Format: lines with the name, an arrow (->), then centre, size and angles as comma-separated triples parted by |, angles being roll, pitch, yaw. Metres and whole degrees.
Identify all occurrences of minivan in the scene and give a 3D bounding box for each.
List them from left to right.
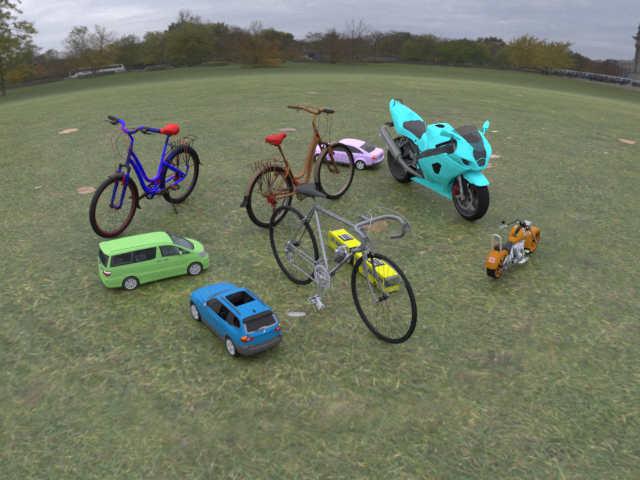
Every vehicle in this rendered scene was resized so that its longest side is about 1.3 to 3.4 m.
minivan -> -2.390, 0.236, 10.103 | 1.548, 0.616, 0.681 | -13, 29, -25

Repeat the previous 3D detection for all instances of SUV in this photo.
SUV -> -1.081, 0.891, 8.789 | 0.656, 0.580, 1.572 | -17, 31, -31

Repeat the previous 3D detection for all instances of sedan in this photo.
sedan -> 0.533, -1.838, 14.545 | 1.613, 0.483, 0.635 | 11, 28, 22

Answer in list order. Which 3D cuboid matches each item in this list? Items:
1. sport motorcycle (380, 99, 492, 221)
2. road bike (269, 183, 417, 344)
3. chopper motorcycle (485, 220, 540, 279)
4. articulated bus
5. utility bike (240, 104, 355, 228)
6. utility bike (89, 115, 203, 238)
sport motorcycle -> 2.067, -1.489, 12.545 | 0.983, 1.596, 2.955 | -13, 29, -24
road bike -> 0.191, 0.171, 9.043 | 0.696, 1.656, 3.004 | -19, 31, -34
chopper motorcycle -> 2.894, 0.033, 10.355 | 0.466, 0.761, 1.563 | 20, 32, 35
articulated bus -> 0.619, 0.280, 10.389 | 0.311, 0.289, 1.749 | -12, 28, -23
utility bike -> -0.392, -1.347, 11.972 | 1.039, 1.839, 2.791 | 22, 33, 38
utility bike -> -2.770, -1.192, 11.652 | 1.039, 1.839, 2.791 | 13, 29, 26
